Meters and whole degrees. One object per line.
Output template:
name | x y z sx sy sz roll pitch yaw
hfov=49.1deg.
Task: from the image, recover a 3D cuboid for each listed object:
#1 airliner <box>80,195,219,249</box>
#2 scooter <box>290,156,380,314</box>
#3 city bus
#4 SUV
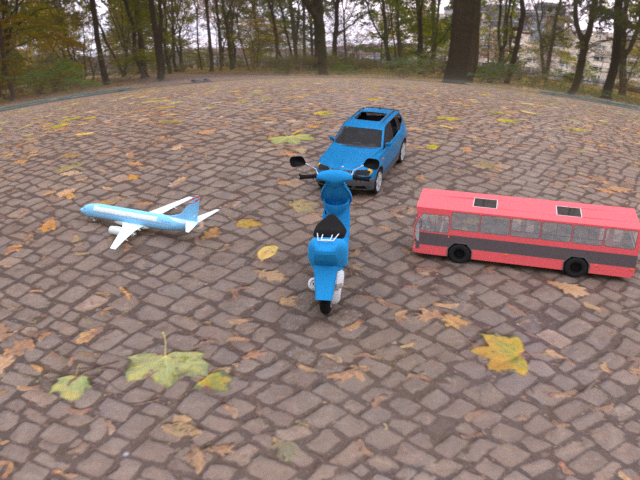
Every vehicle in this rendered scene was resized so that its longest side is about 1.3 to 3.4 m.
airliner | -3.039 -0.534 11.770 2.541 0.835 2.257 10 28 20
scooter | 0.177 -0.234 10.068 1.288 1.786 2.721 2 26 5
city bus | 3.116 -0.099 10.808 3.255 0.894 0.926 7 27 14
SUV | 0.910 -1.904 14.247 1.276 1.128 3.058 9 27 18
